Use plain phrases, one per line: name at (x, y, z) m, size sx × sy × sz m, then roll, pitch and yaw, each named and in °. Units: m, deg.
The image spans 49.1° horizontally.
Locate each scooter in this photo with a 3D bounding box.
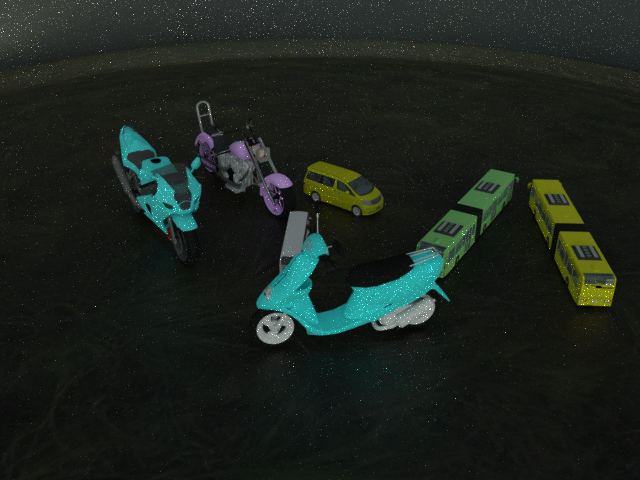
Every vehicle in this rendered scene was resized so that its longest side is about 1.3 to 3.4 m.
scooter at (0.404, 0.512, 9.040) m, size 2.721 × 1.786 × 1.288 m, roll -6°, pitch 30°, yaw -11°

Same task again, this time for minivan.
minivan at (0.436, -0.949, 12.858) m, size 1.548 × 0.616 × 0.681 m, roll 21°, pitch 35°, yaw 33°

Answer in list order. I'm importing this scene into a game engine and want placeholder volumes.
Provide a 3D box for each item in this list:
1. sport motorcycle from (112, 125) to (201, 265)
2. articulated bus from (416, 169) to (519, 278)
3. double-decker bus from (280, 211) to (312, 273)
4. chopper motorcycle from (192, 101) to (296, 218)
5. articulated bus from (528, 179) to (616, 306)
sport motorcycle at (-2.666, -0.784, 11.556) m, size 0.983 × 1.596 × 2.955 m, roll -17°, pitch 33°, yaw -27°
articulated bus at (2.537, -0.365, 11.868) m, size 0.605 × 0.561 × 3.401 m, roll 16°, pitch 33°, yaw 27°
double-decker bus at (-0.385, 0.070, 11.109) m, size 0.389 × 0.541 × 1.672 m, roll 2°, pitch 29°, yaw 3°
chopper motorcycle at (-1.454, -1.532, 13.016) m, size 0.906 × 1.480 × 3.040 m, roll -21°, pitch 36°, yaw -33°
articulated bus at (3.995, -0.070, 11.339) m, size 0.605 × 0.561 × 3.401 m, roll 1°, pitch 29°, yaw 3°
